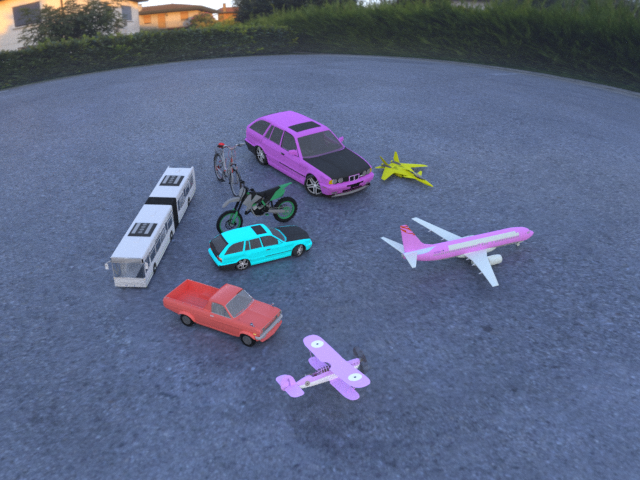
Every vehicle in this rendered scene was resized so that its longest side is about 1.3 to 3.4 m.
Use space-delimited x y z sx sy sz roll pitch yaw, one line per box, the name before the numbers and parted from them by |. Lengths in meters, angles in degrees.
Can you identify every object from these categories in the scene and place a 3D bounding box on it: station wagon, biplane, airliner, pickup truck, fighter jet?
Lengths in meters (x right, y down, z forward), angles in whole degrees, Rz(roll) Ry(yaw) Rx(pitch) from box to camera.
station wagon | -0.913 0.035 10.905 1.597 0.473 0.682 -13 32 -22
station wagon | -0.258 -1.774 13.683 1.327 0.920 3.105 -19 34 -31
biplane | 0.029 1.556 8.151 1.090 0.504 1.336 -15 32 -25
airliner | 2.278 -0.077 10.735 2.541 0.835 2.257 -12 31 -21
pickup truck | -1.305 0.892 9.333 1.603 0.511 0.640 14 32 24
fighter jet | 1.724 -1.340 13.557 1.147 0.286 1.358 -19 35 -31

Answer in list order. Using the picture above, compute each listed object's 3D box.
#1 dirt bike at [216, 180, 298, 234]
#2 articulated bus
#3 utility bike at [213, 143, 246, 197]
dirt bike | -1.031 -0.558 11.573 1.493 0.857 0.527 -16 33 -26
articulated bus | -2.646 -0.328 11.463 0.605 0.561 3.401 2 29 3
utility bike | -1.692 -1.417 13.018 0.535 0.946 1.435 -14 32 -24
